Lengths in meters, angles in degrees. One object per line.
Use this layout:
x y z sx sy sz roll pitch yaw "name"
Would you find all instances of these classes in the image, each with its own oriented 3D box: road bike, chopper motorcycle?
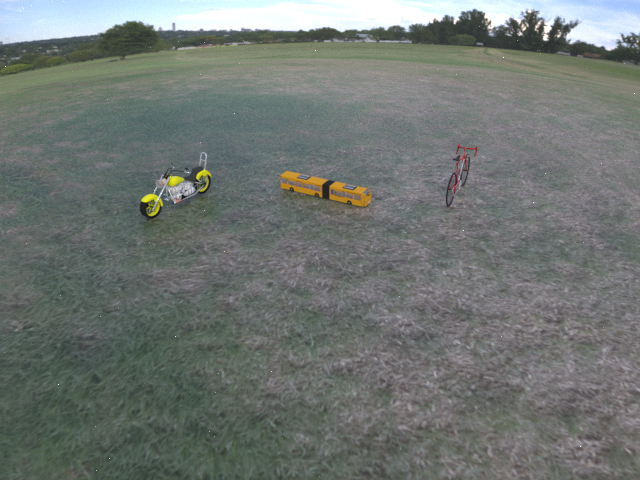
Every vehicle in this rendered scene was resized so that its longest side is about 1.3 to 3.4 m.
2.463 -1.184 12.391 0.358 0.852 1.545 12 31 22 "road bike"
-2.475 -0.948 12.048 0.466 0.761 1.563 20 34 32 "chopper motorcycle"

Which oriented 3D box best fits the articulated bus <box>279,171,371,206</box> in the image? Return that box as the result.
0.075 -0.919 12.492 1.749 0.289 0.311 15 32 25 "articulated bus"
